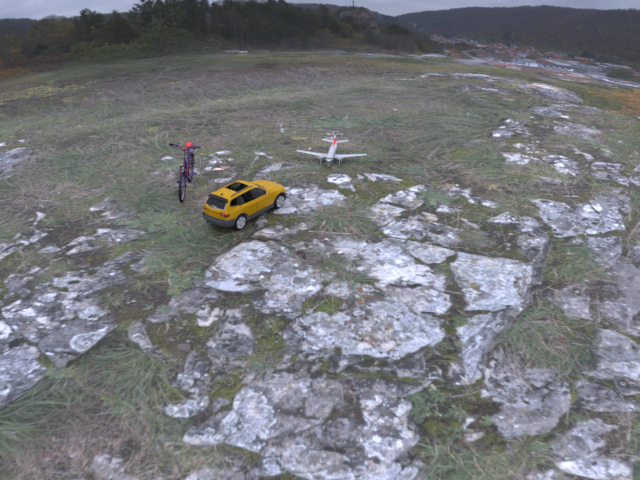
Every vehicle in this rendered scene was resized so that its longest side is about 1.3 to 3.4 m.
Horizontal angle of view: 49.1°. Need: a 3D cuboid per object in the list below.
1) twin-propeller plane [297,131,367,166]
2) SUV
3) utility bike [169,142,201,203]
[{"bbox_3d":[0.237,-1.761,13.587,1.370,0.407,1.095,4,29,8],"label":"twin-propeller plane"},{"bbox_3d":[-1.213,-0.680,11.427,0.656,0.580,1.572,20,34,32],"label":"SUV"},{"bbox_3d":[-2.281,-1.294,12.169,0.535,0.946,1.435,0,29,0],"label":"utility bike"}]
